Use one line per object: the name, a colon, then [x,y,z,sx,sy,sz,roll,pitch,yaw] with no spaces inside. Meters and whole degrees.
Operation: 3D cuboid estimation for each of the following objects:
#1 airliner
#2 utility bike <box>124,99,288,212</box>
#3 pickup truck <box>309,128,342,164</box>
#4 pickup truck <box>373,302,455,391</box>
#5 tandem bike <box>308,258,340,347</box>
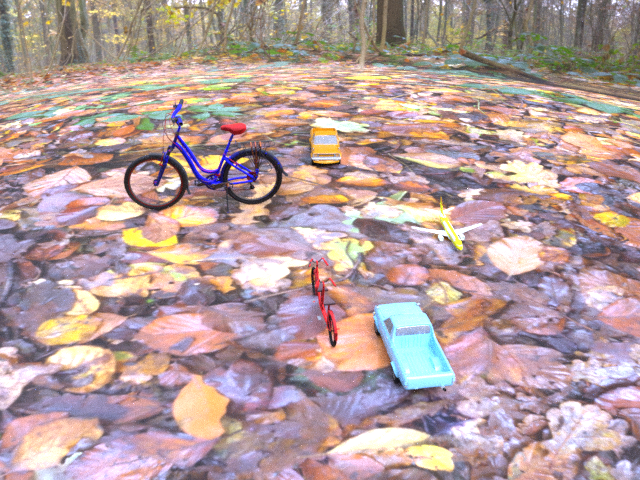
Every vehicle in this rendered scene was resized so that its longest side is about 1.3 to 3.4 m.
airliner: [2.069,-0.252,11.142,1.161,0.429,1.307,-3,27,-6]
utility bike: [-1.911,-1.336,11.729,2.791,1.839,1.039,-4,27,-8]
pickup truck: [0.104,-2.026,14.579,0.640,0.511,1.603,-1,27,-2]
pickup truck: [1.068,1.177,8.208,0.640,0.511,1.603,-4,27,-8]
tandem bike: [0.040,0.715,8.937,0.283,0.682,1.642,-5,27,-9]
